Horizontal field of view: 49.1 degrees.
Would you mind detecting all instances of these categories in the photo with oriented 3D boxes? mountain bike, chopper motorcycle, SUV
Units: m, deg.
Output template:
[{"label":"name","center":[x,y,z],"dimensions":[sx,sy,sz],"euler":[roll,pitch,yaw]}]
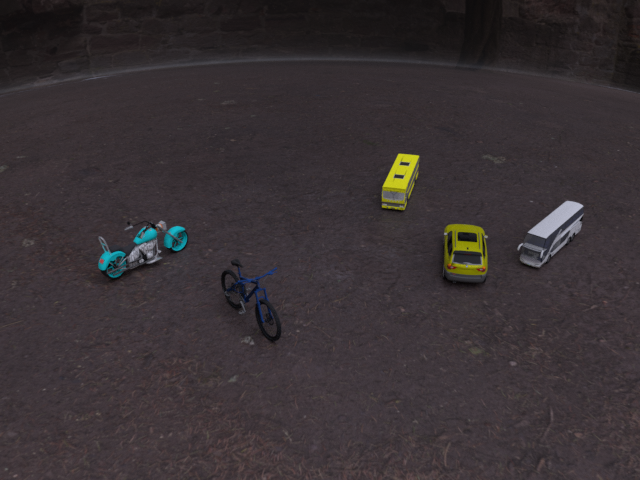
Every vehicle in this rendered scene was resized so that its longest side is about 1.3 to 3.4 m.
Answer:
[{"label":"mountain bike","center":[-0.931,0.713,9.157],"dimensions":[0.573,0.868,1.469],"euler":[-19,33,-31]},{"label":"chopper motorcycle","center":[-2.640,0.041,10.523],"dimensions":[0.466,0.761,1.563],"euler":[22,35,35]},{"label":"SUV","center":[2.197,0.111,10.584],"dimensions":[0.656,0.580,1.572],"euler":[4,29,8]}]

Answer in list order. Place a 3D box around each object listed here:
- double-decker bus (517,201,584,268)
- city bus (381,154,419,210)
[{"label":"double-decker bus","center":[3.654,-0.091,11.002],"dimensions":[0.389,0.541,1.672],"euler":[22,35,34]},{"label":"city bus","center":[1.498,-1.075,12.924],"dimensions":[0.476,0.460,1.674],"euler":[7,29,14]}]
